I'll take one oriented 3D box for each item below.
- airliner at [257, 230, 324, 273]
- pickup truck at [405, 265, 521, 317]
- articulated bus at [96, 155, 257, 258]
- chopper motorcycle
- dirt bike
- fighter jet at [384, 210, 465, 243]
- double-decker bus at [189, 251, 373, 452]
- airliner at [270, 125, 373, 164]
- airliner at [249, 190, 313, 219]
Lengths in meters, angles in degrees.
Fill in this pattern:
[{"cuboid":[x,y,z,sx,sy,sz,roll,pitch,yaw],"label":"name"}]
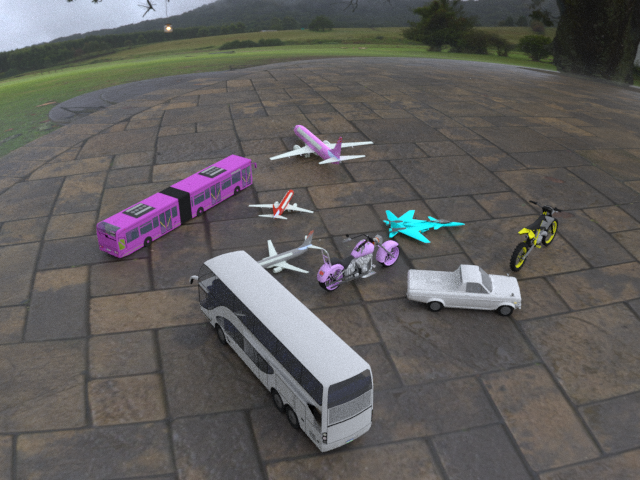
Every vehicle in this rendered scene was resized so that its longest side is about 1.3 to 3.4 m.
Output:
[{"cuboid":[-0.625,0.203,10.724,1.307,0.429,1.161,-18,34,-28],"label":"airliner"},{"cuboid":[2.012,0.659,9.841,1.603,0.511,0.640,3,30,6],"label":"pickup truck"},{"cuboid":[-2.369,-0.663,12.110,0.605,0.561,3.401,18,34,28],"label":"articulated bus"},{"cuboid":[0.598,0.240,10.324,1.563,0.761,0.466,-22,36,-34],"label":"chopper motorcycle"},{"cuboid":[3.351,-0.106,10.833,0.527,0.857,1.493,24,37,35],"label":"dirt bike"},{"cuboid":[1.782,-0.306,11.762,1.358,0.286,1.147,-3,30,-5],"label":"fighter jet"},{"cuboid":[-0.558,1.155,8.423,0.756,1.052,3.251,-18,34,-28],"label":"double-decker bus"},{"cuboid":[-0.057,-2.112,14.378,2.257,0.835,2.541,-12,32,-20],"label":"airliner"},{"cuboid":[-0.652,-0.696,12.303,1.161,0.429,1.307,6,30,11],"label":"airliner"}]
